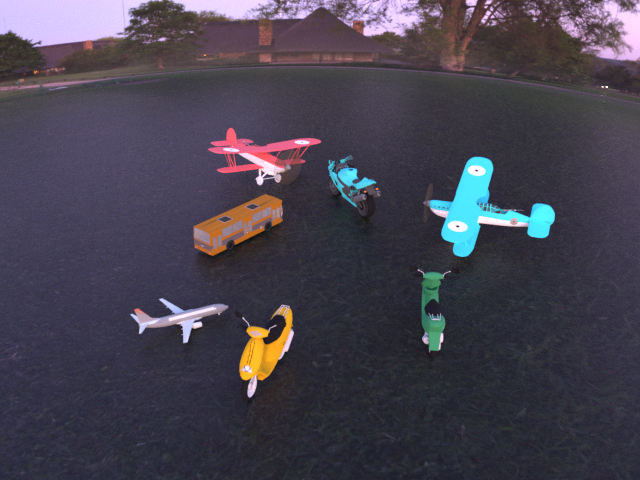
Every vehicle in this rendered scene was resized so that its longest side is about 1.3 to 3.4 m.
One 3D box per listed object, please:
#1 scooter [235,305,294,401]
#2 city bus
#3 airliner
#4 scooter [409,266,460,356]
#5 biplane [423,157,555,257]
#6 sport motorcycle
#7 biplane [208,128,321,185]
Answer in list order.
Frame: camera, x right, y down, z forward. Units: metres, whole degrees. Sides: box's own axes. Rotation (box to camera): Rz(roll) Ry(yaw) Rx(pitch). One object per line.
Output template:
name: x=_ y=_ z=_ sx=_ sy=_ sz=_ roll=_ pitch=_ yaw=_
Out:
scooter: x=-0.643 y=1.223 z=8.497 sx=0.662 sy=0.919 sz=1.399 roll=10 pitch=30 yaw=18
city bus: x=-1.340 y=-0.251 z=11.748 sx=0.476 sy=0.460 sz=1.674 roll=22 pitch=35 yaw=35
airliner: x=-1.867 y=0.964 z=9.503 sx=1.307 sy=0.429 sz=1.161 roll=-13 pitch=31 yaw=-24
scooter: x=1.484 y=0.837 z=9.222 sx=0.662 sy=0.919 sz=1.399 roll=2 pitch=28 yaw=4
biplane: x=2.731 y=-0.413 z=11.499 sx=2.120 sy=0.981 sz=2.598 roll=10 pitch=30 yaw=17
sport motorcycle: x=0.570 y=-0.985 z=12.740 sx=0.506 sy=0.821 sz=1.520 roll=-15 pitch=31 yaw=-25
biplane: x=-1.223 y=-1.704 z=13.918 sx=2.598 sy=0.981 sz=2.120 roll=-22 pitch=35 yaw=-35
